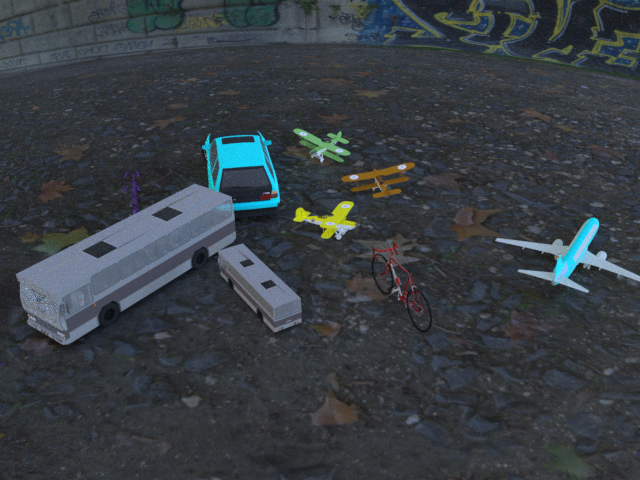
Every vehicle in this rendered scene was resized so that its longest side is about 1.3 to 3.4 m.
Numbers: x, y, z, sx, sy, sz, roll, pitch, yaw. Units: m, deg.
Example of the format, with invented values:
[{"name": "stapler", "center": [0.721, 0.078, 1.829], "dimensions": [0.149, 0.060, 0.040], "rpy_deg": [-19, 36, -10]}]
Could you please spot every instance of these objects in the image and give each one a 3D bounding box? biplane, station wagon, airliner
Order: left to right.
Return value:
[{"name": "station wagon", "center": [-1.478, -1.439, 12.818], "dimensions": [1.327, 0.920, 3.105], "rpy_deg": [-5, 31, -9]}, {"name": "biplane", "center": [0.124, -1.875, 13.965], "dimensions": [1.336, 0.504, 1.090], "rpy_deg": [21, 36, 31]}, {"name": "biplane", "center": [0.127, -0.314, 11.325], "dimensions": [1.090, 0.504, 1.336], "rpy_deg": [9, 32, 15]}, {"name": "biplane", "center": [1.070, -1.016, 12.512], "dimensions": [1.336, 0.504, 1.090], "rpy_deg": [-5, 31, -8]}, {"name": "airliner", "center": [3.838, 0.016, 10.442], "dimensions": [2.257, 0.835, 2.541], "rpy_deg": [18, 35, 28]}]

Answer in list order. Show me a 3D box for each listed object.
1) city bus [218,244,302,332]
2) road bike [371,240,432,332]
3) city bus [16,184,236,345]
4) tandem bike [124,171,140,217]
[{"name": "city bus", "center": [-0.861, 0.654, 9.731], "dimensions": [0.476, 0.460, 1.674], "rpy_deg": [-18, 35, -28]}, {"name": "road bike", "center": [1.087, 0.591, 9.452], "dimensions": [0.358, 0.852, 1.545], "rpy_deg": [-14, 33, -22]}, {"name": "city bus", "center": [-2.588, 0.262, 9.968], "dimensions": [0.926, 0.894, 3.255], "rpy_deg": [20, 36, 30]}, {"name": "tandem bike", "center": [-3.114, -0.675, 11.761], "dimensions": [0.283, 0.682, 1.642], "rpy_deg": [-7, 31, -11]}]
